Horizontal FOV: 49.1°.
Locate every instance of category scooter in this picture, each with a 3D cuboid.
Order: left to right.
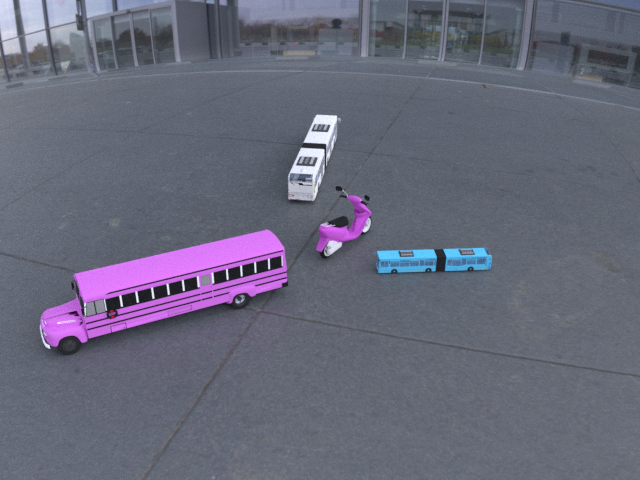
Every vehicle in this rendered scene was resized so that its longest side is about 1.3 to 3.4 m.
[{"bbox_3d":[0.414,-0.310,11.140,0.662,0.919,1.399,21,36,33],"label":"scooter"}]

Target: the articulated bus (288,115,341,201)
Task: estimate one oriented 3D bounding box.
[{"bbox_3d":[-0.093,-1.719,14.027,0.605,0.561,3.401,4,29,7],"label":"articulated bus"}]

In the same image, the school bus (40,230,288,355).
[{"bbox_3d":[-2.081,0.655,9.491,3.322,0.844,0.709,-14,32,-23],"label":"school bus"}]

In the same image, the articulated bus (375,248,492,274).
[{"bbox_3d":[1.720,0.311,10.675,1.749,0.289,0.311,-2,29,-3],"label":"articulated bus"}]
